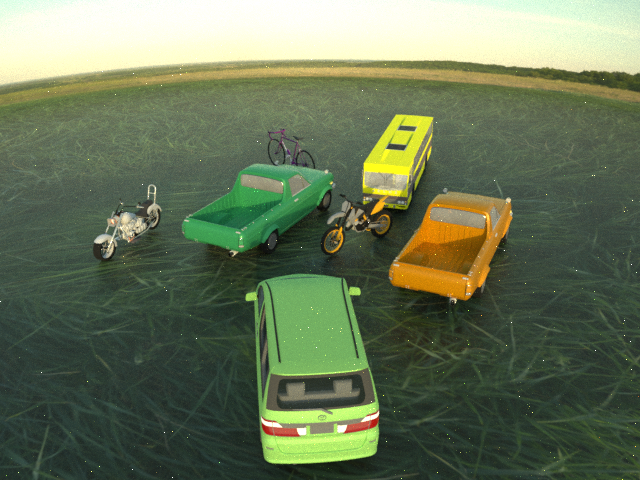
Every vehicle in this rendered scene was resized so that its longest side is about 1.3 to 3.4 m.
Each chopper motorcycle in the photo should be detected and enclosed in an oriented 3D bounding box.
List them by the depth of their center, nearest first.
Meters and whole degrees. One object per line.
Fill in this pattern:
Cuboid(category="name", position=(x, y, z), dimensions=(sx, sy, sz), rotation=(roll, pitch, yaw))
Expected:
Cuboid(category="chopper motorcycle", position=(-3.019, -0.284, 10.990), dimensions=(0.466, 0.761, 1.563), rotation=(11, 28, 21))

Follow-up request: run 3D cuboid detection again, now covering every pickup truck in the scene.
Cuboid(category="pickup truck", position=(2.011, -0.067, 10.268), dimensions=(1.244, 0.993, 3.117), rotation=(11, 28, 21))
Cuboid(category="pickup truck", position=(-0.899, -0.653, 11.492), dimensions=(1.244, 0.993, 3.117), rotation=(13, 28, 25))

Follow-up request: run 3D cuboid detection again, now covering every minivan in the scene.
Cuboid(category="minivan", position=(-0.133, 1.078, 7.642), dimensions=(1.324, 1.197, 3.011), rotation=(-3, 26, -5))

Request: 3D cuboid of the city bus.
Cuboid(category="city bus", position=(1.551, -1.539, 13.456), dimensions=(0.926, 0.894, 3.255), rotation=(7, 26, 14))

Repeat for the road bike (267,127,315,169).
Cuboid(category="road bike", position=(-0.586, -1.729, 13.903), dimensions=(0.358, 0.852, 1.545), rotation=(-20, 32, -35))

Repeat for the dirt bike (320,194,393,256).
Cuboid(category="dirt bike", position=(0.601, -0.292, 10.896), dimensions=(1.493, 0.857, 0.527), rotation=(-19, 32, -35))
